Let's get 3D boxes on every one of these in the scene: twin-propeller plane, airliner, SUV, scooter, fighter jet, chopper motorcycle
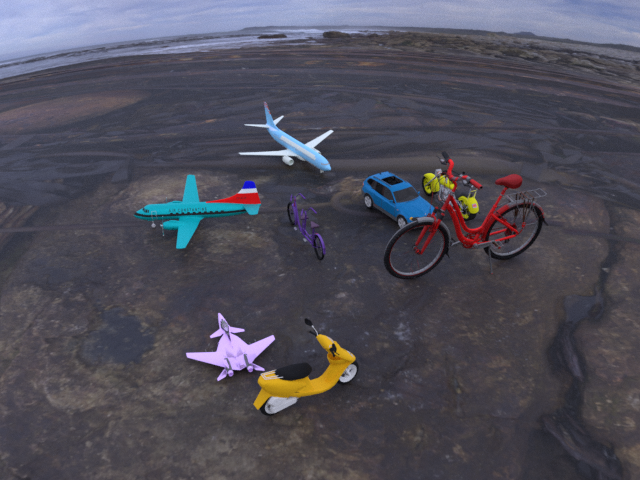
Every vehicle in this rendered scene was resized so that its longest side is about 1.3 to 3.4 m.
[{"bbox_3d":[-2.058,-0.593,11.733,2.129,0.792,2.663,-3,30,-5],"label":"twin-propeller plane"},{"bbox_3d":[-0.513,-2.084,14.261,2.257,0.835,2.541,-19,35,-29],"label":"airliner"},{"bbox_3d":[1.355,-0.717,12.157,0.656,0.580,1.572,-18,35,-28],"label":"SUV"},{"bbox_3d":[-0.130,1.475,8.039,1.399,0.919,0.662,-17,34,-27],"label":"scooter"},{"bbox_3d":[-1.176,1.253,9.052,1.147,0.286,1.358,-10,31,-16],"label":"fighter jet"},{"bbox_3d":[2.276,-0.910,12.309,0.466,0.761,1.563,-13,33,-22],"label":"chopper motorcycle"}]

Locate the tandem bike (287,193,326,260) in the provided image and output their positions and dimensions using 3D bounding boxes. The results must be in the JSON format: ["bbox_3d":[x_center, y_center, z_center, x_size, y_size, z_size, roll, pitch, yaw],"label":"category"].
[{"bbox_3d":[-0.241,-0.275,11.294,0.283,0.682,1.642,-12,32,-19],"label":"tandem bike"}]

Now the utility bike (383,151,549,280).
[{"bbox_3d":[2.262,-0.296,10.176,2.791,1.839,1.039,-10,32,-17],"label":"utility bike"}]
